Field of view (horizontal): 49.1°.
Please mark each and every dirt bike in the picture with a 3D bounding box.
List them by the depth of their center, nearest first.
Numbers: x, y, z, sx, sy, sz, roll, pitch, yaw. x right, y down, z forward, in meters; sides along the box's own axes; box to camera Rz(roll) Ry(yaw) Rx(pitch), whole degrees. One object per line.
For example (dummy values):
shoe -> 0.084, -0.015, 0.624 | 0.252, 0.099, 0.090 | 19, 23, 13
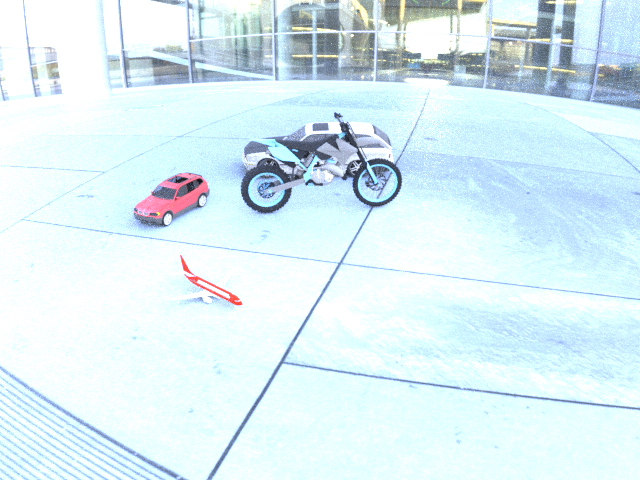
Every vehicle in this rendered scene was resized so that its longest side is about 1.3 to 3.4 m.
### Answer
dirt bike -> 0.042, -1.308, 12.321 | 2.903, 1.666, 1.024 | -3, 25, -7

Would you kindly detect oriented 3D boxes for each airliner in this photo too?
airliner -> -1.538, 0.577, 9.758 | 1.307, 0.429, 1.161 | 20, 32, 36

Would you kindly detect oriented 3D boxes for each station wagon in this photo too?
station wagon -> -0.059, -1.906, 14.473 | 3.105, 0.920, 1.327 | 0, 25, -1

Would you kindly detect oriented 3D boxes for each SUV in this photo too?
SUV -> -2.620, -0.755, 12.419 | 0.656, 0.580, 1.572 | 13, 28, 26
